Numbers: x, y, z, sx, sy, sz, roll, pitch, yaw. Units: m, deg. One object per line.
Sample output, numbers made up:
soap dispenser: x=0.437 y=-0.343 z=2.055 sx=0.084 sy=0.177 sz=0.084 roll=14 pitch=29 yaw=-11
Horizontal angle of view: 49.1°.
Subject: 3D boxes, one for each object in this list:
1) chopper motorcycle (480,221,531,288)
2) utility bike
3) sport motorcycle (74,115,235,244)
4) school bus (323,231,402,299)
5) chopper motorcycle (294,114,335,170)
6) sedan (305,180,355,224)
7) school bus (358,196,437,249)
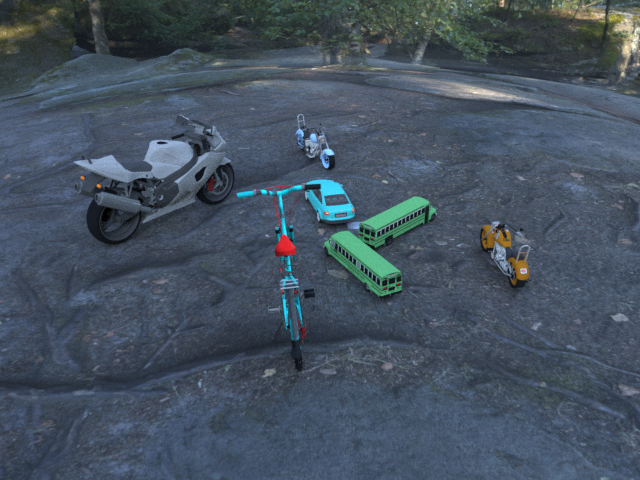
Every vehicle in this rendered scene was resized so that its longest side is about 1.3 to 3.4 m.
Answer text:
chopper motorcycle: x=2.685 y=0.086 z=10.234 sx=0.466 sy=0.761 sz=1.563 roll=-4 pitch=28 yaw=-7
utility bike: x=-0.472 y=0.303 z=8.650 sx=1.039 sy=1.839 sz=2.791 roll=-2 pitch=28 yaw=-4
sport motorcycle: x=-2.566 y=-1.009 z=11.435 sx=0.983 sy=1.596 sz=2.955 roll=23 pitch=35 yaw=37
school bus: x=0.576 y=0.300 z=10.177 sx=0.365 sy=0.434 sz=1.708 roll=-14 pitch=31 yaw=-25
chopper motorcycle: x=-0.103 y=-2.003 z=14.252 sx=0.466 sy=0.761 sz=1.563 roll=-13 pitch=30 yaw=-23
sedan: x=0.148 y=-0.749 z=12.141 sx=0.635 sy=0.483 sz=1.613 roll=-7 pitch=28 yaw=-13
school bus: x=1.302 y=-0.321 z=11.370 sx=0.365 sy=0.434 sz=1.708 roll=23 pitch=36 yaw=37
